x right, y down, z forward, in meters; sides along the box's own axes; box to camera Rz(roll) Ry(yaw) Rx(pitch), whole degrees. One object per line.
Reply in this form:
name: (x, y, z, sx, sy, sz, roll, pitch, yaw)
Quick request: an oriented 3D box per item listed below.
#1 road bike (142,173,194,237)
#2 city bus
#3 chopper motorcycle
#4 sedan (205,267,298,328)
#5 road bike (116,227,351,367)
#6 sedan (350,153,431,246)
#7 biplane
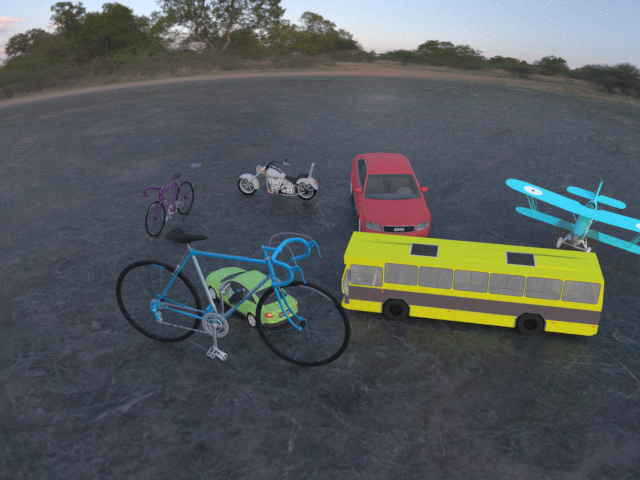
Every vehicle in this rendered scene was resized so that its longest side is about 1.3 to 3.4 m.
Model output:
road bike: (-2.539, -0.655, 11.862, 0.358, 0.852, 1.545, 9, 27, 18)
city bus: (1.954, 0.585, 9.270, 3.255, 0.894, 0.926, 5, 26, 11)
chopper motorcycle: (-0.789, -1.138, 12.955, 1.563, 0.761, 0.466, 7, 27, 15)
sedan: (-0.965, 0.688, 9.527, 0.635, 0.483, 1.613, -21, 33, -37)
road bike: (-1.095, 0.654, 8.260, 3.004, 1.656, 0.697, 7, 27, 14)
sedan: (1.185, -0.867, 12.197, 1.235, 0.940, 3.137, -1, 26, -1)
biplane: (4.276, -0.363, 11.117, 2.598, 0.981, 2.120, 14, 29, 26)
